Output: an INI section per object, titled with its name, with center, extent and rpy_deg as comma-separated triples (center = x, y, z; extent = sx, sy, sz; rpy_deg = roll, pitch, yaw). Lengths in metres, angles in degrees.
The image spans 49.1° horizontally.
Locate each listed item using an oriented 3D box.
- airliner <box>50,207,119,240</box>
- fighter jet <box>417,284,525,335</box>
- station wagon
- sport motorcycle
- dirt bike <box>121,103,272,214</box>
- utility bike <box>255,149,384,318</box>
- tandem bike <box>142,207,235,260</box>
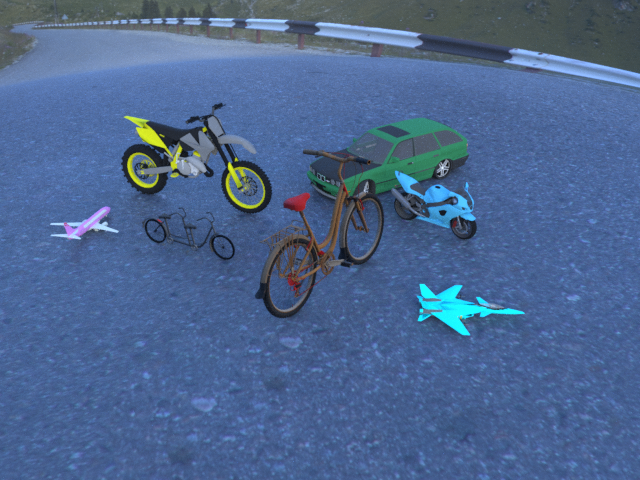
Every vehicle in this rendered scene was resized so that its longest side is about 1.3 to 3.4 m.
[airliner]
center = -3.619, -0.340, 10.925
extent = 1.161, 0.429, 1.307
rpy_deg = 7, 29, 12
[fighter jet]
center = 1.923, 0.820, 8.894
extent = 1.358, 0.286, 1.147
rpy_deg = 3, 28, 5
[station wagon]
center = 1.247, -1.522, 12.626
extent = 3.105, 0.920, 1.327
rpy_deg = -18, 33, -31
[sport motorcycle]
center = 1.781, -0.552, 10.907
extent = 1.520, 0.821, 0.506
rpy_deg = 22, 35, 35
[dirt bike]
center = -2.102, -1.370, 11.544
extent = 2.903, 1.666, 1.024
rpy_deg = 12, 30, 21
[utility bike]
center = 0.002, -0.201, 9.162
extent = 1.039, 1.839, 2.791
rpy_deg = 19, 34, 32
[tandem bike]
center = -1.958, -0.143, 10.285
extent = 1.642, 0.682, 0.283
rpy_deg = 13, 31, 23
